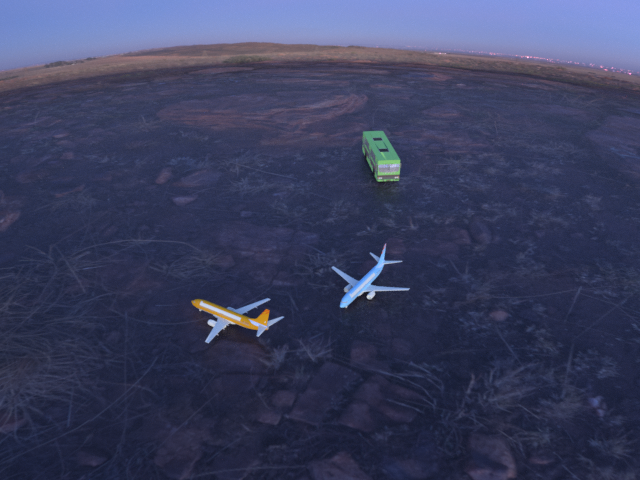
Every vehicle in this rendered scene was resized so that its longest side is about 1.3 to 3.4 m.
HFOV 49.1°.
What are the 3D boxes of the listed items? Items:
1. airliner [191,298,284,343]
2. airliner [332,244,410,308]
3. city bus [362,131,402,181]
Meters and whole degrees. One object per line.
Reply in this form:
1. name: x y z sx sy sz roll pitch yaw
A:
1. airliner: -1.105 0.846 8.570 1.307 0.429 1.161 18 32 30
2. airliner: 0.594 0.482 9.281 1.161 0.429 1.307 15 31 27
3. city bus: 1.143 -1.590 13.295 0.476 0.460 1.674 -3 27 -6
